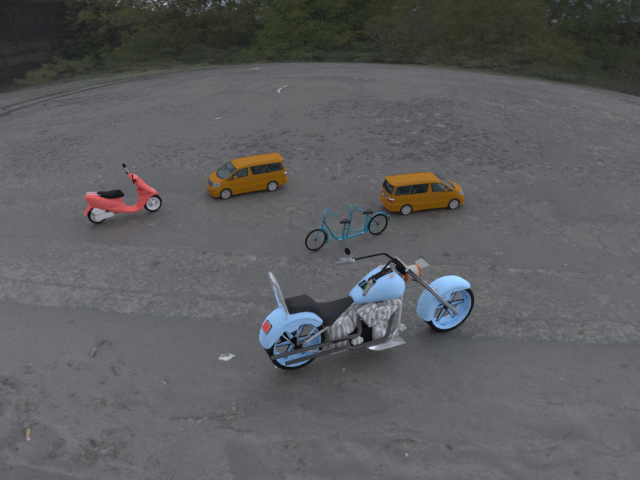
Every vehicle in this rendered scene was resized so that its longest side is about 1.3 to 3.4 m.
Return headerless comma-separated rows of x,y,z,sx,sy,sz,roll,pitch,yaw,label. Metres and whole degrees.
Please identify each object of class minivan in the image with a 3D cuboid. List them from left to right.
-1.433,-1.264,13.617,1.548,0.616,0.681,-11,31,-20,minivan
1.916,-0.904,12.956,1.548,0.616,0.681,-7,29,-13,minivan

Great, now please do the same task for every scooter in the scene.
-3.529,-0.813,12.474,1.399,0.919,0.662,-14,32,-25,scooter

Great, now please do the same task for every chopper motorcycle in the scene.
0.679,0.782,8.962,3.040,1.480,0.906,-12,31,-21,chopper motorcycle

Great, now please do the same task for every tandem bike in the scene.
0.480,-0.260,11.707,1.642,0.682,0.283,-14,32,-24,tandem bike
